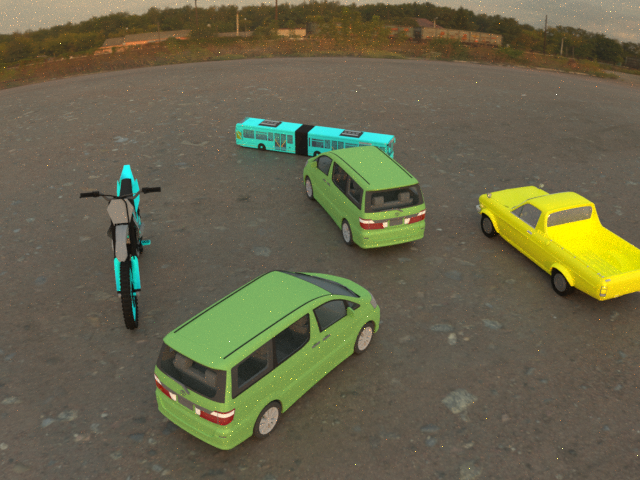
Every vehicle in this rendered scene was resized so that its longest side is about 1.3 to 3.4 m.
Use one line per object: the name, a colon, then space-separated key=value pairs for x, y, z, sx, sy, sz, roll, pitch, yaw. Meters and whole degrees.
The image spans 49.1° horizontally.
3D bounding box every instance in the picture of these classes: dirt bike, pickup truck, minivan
dirt bike: x=-2.662 y=-0.078 z=9.783 sx=1.024 sy=1.666 sz=2.903 roll=-6 pitch=29 yaw=-10
pickup truck: x=3.645 y=-0.105 z=10.534 sx=1.244 sy=0.993 sz=3.117 roll=-10 pitch=30 yaw=-18
minivan: x=-0.472 y=1.094 z=8.126 sx=1.324 sy=1.197 sz=3.011 roll=20 pitch=34 yaw=32
minivan: x=0.653 y=-0.928 z=11.828 sx=1.324 sy=1.197 sz=3.011 roll=-10 pitch=30 yaw=-17

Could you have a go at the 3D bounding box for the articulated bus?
articulated bus: x=-0.122 y=-2.057 z=14.557 sx=3.401 sy=0.561 sz=0.605 roll=10 pitch=30 yaw=18
